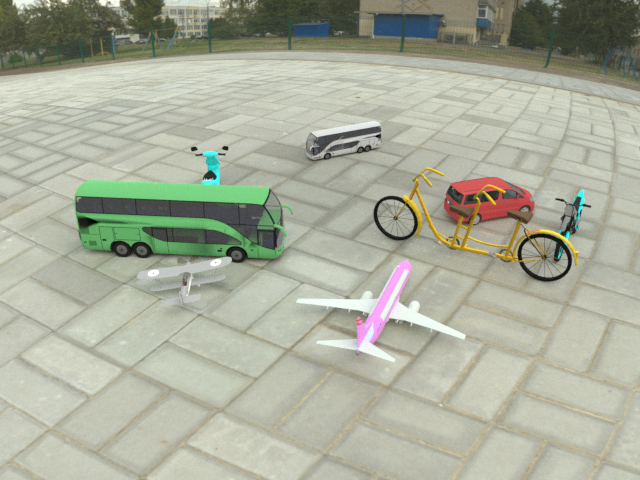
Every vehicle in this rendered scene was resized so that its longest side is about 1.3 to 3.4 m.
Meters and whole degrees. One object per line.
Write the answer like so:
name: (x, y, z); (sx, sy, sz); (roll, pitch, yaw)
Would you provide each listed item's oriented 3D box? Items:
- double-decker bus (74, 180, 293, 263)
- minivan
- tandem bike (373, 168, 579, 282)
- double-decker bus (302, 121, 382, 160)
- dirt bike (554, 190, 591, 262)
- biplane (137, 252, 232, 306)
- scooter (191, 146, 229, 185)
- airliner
double-decker bus: (-2.072, -0.304, 10.745); (3.251, 1.052, 0.756); (3, 30, 5)
minivan: (2.906, -0.712, 11.898); (1.548, 0.616, 0.681); (-9, 31, -16)
tandem bike: (2.236, -0.269, 10.409); (3.192, 1.326, 0.550); (16, 34, 26)
double-decker bus: (0.471, -2.019, 14.256); (1.672, 0.541, 0.389); (-13, 32, -22)
dirt bike: (3.906, -0.280, 10.900); (0.527, 0.857, 1.493); (16, 34, 26)
biplane: (-1.887, 0.595, 9.725); (1.336, 0.504, 1.090); (-2, 30, -3)
scooter: (-1.929, -1.164, 12.381); (0.662, 0.919, 1.399); (-2, 30, -3)
airliner: (0.850, 0.716, 9.183); (2.257, 0.835, 2.541); (11, 31, 18)
